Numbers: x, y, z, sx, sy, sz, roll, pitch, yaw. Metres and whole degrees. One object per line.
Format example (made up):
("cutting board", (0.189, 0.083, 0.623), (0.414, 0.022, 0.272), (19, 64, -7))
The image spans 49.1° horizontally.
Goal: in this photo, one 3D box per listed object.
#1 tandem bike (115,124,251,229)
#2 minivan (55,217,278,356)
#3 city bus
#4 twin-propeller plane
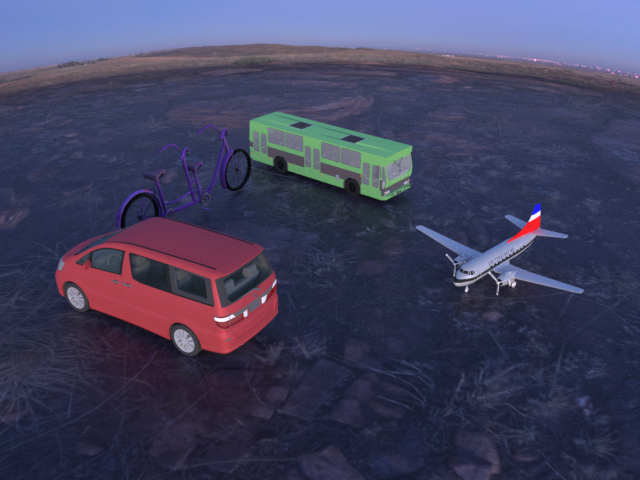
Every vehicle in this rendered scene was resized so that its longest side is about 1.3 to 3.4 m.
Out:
("tandem bike", (-2.136, -1.022, 11.437), (0.550, 1.326, 3.192), (16, 31, 29))
("minivan", (-2.012, 0.413, 8.777), (3.011, 1.197, 1.324), (15, 31, 28))
("city bus", (0.124, -1.571, 12.982), (3.255, 0.894, 0.926), (21, 34, 35))
("twin-propeller plane", (2.534, 0.112, 9.808), (2.129, 0.792, 2.663), (-24, 36, -38))
